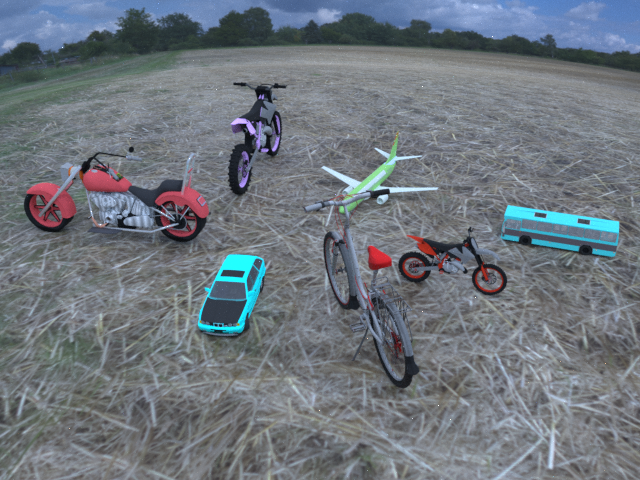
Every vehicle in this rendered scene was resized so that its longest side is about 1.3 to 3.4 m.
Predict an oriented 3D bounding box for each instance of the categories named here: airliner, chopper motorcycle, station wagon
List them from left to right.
[{"bbox_3d":[-3.186,-0.724,10.763,3.040,1.480,0.906,6,28,11],"label":"chopper motorcycle"},{"bbox_3d":[-1.139,0.658,9.176,0.682,0.473,1.597,3,27,6],"label":"station wagon"},{"bbox_3d":[0.919,-1.182,12.360,2.257,0.835,2.541,13,30,24],"label":"airliner"}]

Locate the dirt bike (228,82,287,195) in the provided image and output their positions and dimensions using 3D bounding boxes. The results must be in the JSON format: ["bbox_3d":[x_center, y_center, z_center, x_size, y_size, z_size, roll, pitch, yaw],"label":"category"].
[{"bbox_3d":[-1.191,-2.039,13.117,1.024,1.666,2.903,6,28,12],"label":"dirt bike"}]

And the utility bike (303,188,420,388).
[{"bbox_3d":[0.425,0.441,8.104,1.039,1.839,2.791,-9,28,-17],"label":"utility bike"}]

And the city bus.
[{"bbox_3d":[3.660,-0.126,10.716,1.674,0.460,0.476,10,29,19],"label":"city bus"}]

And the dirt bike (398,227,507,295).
[{"bbox_3d":[1.800,0.280,9.491,1.493,0.857,0.527,10,29,18],"label":"dirt bike"}]
